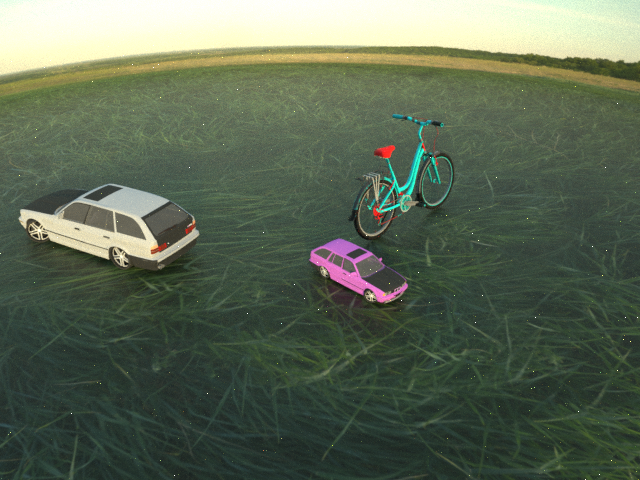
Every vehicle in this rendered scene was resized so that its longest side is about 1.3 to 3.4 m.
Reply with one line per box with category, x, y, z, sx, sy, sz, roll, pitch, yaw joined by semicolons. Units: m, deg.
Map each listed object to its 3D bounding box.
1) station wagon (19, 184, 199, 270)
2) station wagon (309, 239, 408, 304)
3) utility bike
station wagon;-3.520;-0.376;11.419;3.105;0.920;1.327;14;31;25
station wagon;0.566;0.415;10.416;0.682;0.473;1.597;-24;37;-38
utility bike;1.385;-1.144;11.879;2.791;1.839;1.039;-25;37;-38
